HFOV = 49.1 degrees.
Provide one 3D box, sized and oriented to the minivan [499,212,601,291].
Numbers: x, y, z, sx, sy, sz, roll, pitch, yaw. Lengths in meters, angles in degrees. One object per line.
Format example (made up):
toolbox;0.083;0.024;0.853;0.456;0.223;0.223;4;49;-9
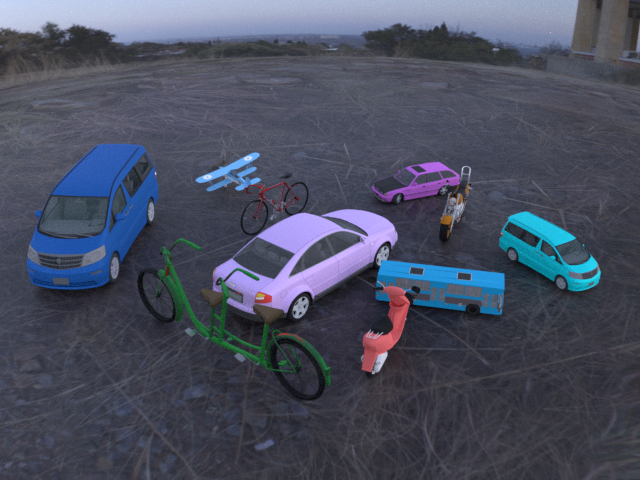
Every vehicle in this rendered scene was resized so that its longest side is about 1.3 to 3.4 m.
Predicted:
minivan;3.347;0.154;10.184;0.681;0.616;1.548;-16;32;-27

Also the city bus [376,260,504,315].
city bus;1.611;0.652;9.427;1.674;0.460;0.476;6;29;11

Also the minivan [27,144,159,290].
minivan;-3.396;-0.427;10.647;1.324;1.197;3.011;2;28;4

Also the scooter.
scooter;0.807;0.965;8.366;0.662;0.919;1.399;12;31;21

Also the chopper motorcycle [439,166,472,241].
chopper motorcycle;2.212;-0.609;11.440;0.466;0.761;1.563;11;30;20

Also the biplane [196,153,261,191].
biplane;-1.563;-1.132;12.677;1.336;0.504;1.090;-21;35;-34

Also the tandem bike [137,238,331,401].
tandem bike;-1.139;0.839;8.171;3.192;1.326;0.550;21;35;33

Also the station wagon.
station wagon;1.718;-1.055;12.568;1.597;0.473;0.682;-12;31;-21

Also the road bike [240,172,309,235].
road bike;-0.720;-0.635;11.394;0.358;0.852;1.545;24;36;36

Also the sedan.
sedan;-0.106;0.147;9.857;1.235;0.940;3.137;23;36;36
